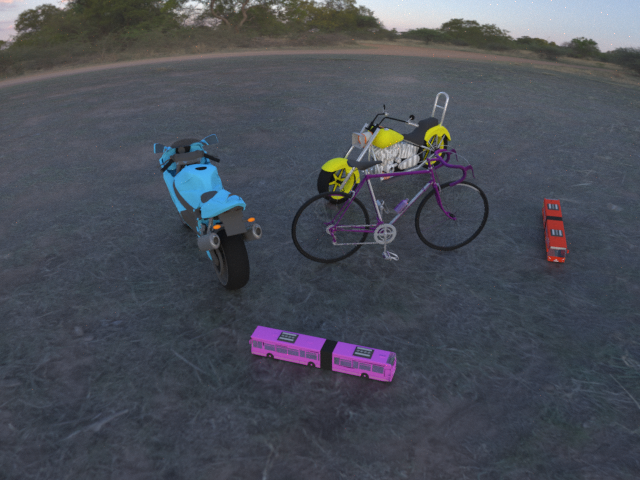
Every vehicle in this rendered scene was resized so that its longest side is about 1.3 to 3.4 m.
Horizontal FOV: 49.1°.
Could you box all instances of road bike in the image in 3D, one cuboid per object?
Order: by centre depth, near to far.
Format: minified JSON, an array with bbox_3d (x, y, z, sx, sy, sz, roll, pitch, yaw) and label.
[{"bbox_3d":[1.063,-0.480,10.144,3.004,1.656,0.697,-6,29,-10],"label":"road bike"}]

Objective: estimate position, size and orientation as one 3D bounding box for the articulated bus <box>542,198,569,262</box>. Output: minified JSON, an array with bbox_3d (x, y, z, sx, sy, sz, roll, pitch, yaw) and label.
[{"bbox_3d":[3.678,-0.182,11.025,0.311,0.289,1.749,6,29,11],"label":"articulated bus"}]

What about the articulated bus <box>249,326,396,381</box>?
[{"bbox_3d":[0.016,1.333,8.252,1.749,0.289,0.311,9,30,16],"label":"articulated bus"}]

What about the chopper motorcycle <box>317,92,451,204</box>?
[{"bbox_3d":[1.209,-1.672,12.511,3.040,1.480,0.906,-21,35,-33],"label":"chopper motorcycle"}]

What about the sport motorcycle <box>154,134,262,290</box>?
[{"bbox_3d":[-1.668,-0.477,10.201,0.983,1.596,2.955,-13,31,-23],"label":"sport motorcycle"}]
